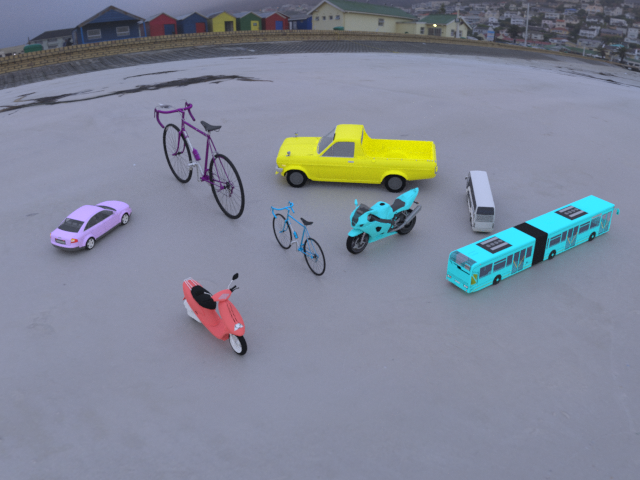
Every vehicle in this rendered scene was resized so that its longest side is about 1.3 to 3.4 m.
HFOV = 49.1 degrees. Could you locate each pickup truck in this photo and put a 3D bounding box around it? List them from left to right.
[{"bbox_3d":[0.706,-1.642,13.490,3.117,0.993,1.244,3,30,6],"label":"pickup truck"}]

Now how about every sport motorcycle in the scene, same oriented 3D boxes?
[{"bbox_3d":[1.020,-0.317,11.318,1.520,0.821,0.506,-21,36,-33],"label":"sport motorcycle"}]

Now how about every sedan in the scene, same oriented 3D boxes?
[{"bbox_3d":[-3.792,-0.323,11.673,0.635,0.483,1.613,12,32,20],"label":"sedan"}]

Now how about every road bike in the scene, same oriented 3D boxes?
[{"bbox_3d":[-2.161,-1.493,12.553,0.697,1.656,3.004,-20,35,-31],"label":"road bike"},{"bbox_3d":[-0.345,-0.052,10.818,0.358,0.852,1.545,-18,34,-29],"label":"road bike"}]

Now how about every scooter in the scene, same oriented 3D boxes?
[{"bbox_3d":[-1.399,0.865,9.126,0.662,0.919,1.399,-24,37,-36],"label":"scooter"}]

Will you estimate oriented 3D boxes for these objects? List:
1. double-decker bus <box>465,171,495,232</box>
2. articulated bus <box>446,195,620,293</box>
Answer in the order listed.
[{"bbox_3d":[2.811,-0.718,12.313,0.389,0.541,1.672,3,30,5],"label":"double-decker bus"},{"bbox_3d":[3.392,0.014,10.997,3.401,0.561,0.605,-19,35,-30],"label":"articulated bus"}]
